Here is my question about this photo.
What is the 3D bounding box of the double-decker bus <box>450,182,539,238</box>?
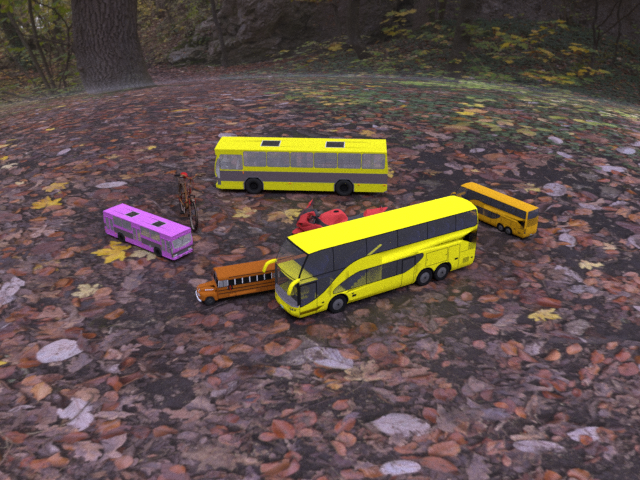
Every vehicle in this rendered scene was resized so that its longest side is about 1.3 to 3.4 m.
[{"bbox_3d":[2.985,-0.544,12.042,0.389,0.541,1.672,-18,31,-32],"label":"double-decker bus"}]

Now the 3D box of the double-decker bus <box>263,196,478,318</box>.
[{"bbox_3d":[0.811,0.211,9.894,3.251,1.052,0.756,-14,29,-27],"label":"double-decker bus"}]

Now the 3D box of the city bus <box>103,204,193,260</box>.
[{"bbox_3d":[-2.783,-0.127,11.273,1.674,0.460,0.476,18,31,33],"label":"city bus"}]

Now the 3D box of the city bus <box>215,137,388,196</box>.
[{"bbox_3d":[-0.338,-1.418,13.444,3.255,0.894,0.926,1,26,3],"label":"city bus"}]

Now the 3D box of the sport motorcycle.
[{"bbox_3d":[0.283,-0.167,10.942,1.520,0.821,0.506,-1,26,-2],"label":"sport motorcycle"}]

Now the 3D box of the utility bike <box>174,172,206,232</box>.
[{"bbox_3d":[-2.242,-0.774,12.053,0.535,0.946,1.435,-10,28,-20],"label":"utility bike"}]

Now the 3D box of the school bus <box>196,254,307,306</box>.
[{"bbox_3d":[-0.905,0.543,9.916,1.708,0.434,0.365,-9,27,-17],"label":"school bus"}]
